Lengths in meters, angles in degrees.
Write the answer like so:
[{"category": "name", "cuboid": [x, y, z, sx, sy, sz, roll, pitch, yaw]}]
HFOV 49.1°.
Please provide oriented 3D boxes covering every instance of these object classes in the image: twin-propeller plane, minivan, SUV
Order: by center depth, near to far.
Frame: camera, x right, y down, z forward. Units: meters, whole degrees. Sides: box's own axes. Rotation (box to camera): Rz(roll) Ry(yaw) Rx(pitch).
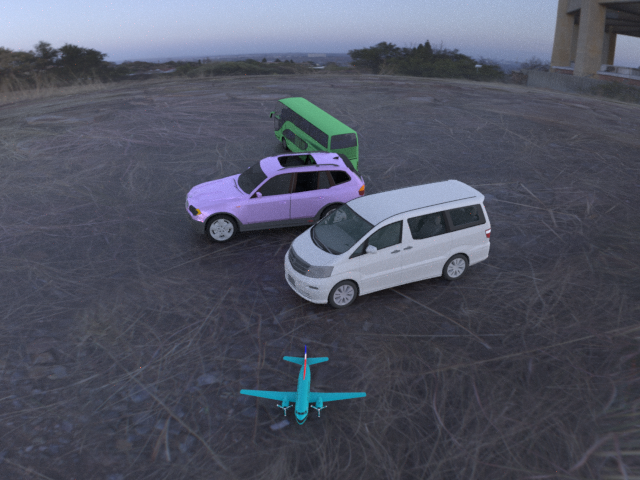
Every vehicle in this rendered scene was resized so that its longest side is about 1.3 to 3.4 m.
[{"category": "twin-propeller plane", "cuboid": [-0.181, 1.593, 7.681, 1.370, 0.407, 1.095, 1, 26, 2]}, {"category": "minivan", "cuboid": [0.968, -0.010, 10.061, 3.011, 1.197, 1.324, -12, 28, -22]}, {"category": "SUV", "cuboid": [-0.735, -0.802, 11.759, 3.058, 1.128, 1.276, -6, 27, -11]}]

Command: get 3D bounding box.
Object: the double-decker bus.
[{"category": "double-decker bus", "cuboid": [-0.165, -2.186, 14.675, 0.756, 1.052, 3.251, -10, 28, -20]}]
